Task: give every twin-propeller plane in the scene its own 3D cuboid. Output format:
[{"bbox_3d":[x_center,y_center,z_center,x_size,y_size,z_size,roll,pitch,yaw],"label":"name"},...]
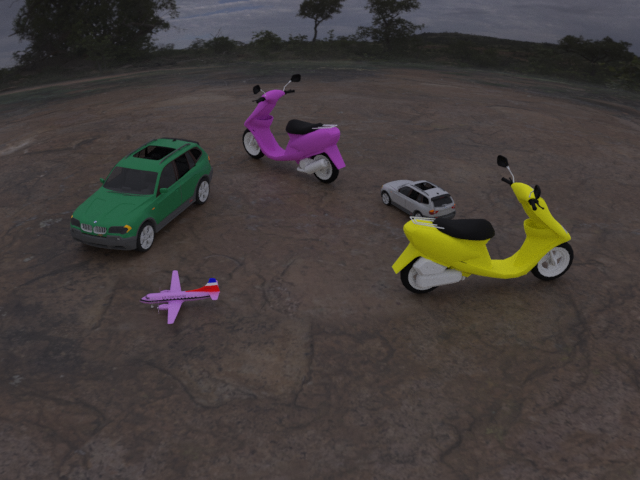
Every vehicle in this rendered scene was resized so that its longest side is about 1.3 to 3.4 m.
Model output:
[{"bbox_3d":[-1.929,0.731,9.629,1.095,0.407,1.370,-4,28,-7],"label":"twin-propeller plane"}]

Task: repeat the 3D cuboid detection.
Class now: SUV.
[{"bbox_3d":[1.703,-0.755,12.247,0.656,0.580,1.572,-15,32,-27],"label":"SUV"},{"bbox_3d":[-2.945,-0.857,11.855,1.276,1.128,3.058,10,29,17],"label":"SUV"}]

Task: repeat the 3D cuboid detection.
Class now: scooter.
[{"bbox_3d":[-0.592,-2.191,13.667,2.721,1.786,1.288,23,35,36],"label":"scooter"},{"bbox_3d":[2.362,-0.117,9.756,2.721,1.786,1.288,-5,28,-9],"label":"scooter"}]
